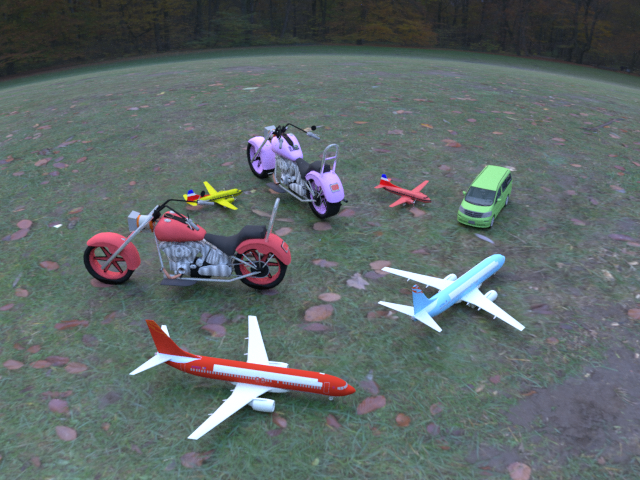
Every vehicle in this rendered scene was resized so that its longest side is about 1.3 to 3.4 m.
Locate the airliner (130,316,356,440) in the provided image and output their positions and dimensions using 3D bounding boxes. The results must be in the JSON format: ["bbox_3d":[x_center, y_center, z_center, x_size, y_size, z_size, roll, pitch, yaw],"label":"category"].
[{"bbox_3d":[-0.835,1.409,8.151,2.541,0.835,2.257,6,30,10],"label":"airliner"}]

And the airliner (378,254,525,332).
[{"bbox_3d":[1.967,0.516,9.761,2.257,0.835,2.541,23,37,36],"label":"airliner"}]

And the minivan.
[{"bbox_3d":[2.916,-0.770,12.305,0.681,0.616,1.548,15,32,24],"label":"minivan"}]

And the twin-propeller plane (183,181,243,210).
[{"bbox_3d":[-1.890,-0.815,12.602,1.095,0.407,1.370,-17,33,-27],"label":"twin-propeller plane"}]

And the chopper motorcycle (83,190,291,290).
[{"bbox_3d":[-1.926,0.020,9.991,3.040,1.480,0.906,3,29,5],"label":"chopper motorcycle"}]

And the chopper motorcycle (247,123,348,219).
[{"bbox_3d":[-0.530,-1.454,12.648,0.906,1.480,3.040,-17,33,-28],"label":"chopper motorcycle"}]

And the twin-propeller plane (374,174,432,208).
[{"bbox_3d":[1.553,-0.904,12.762,1.095,0.407,1.370,19,34,31],"label":"twin-propeller plane"}]
